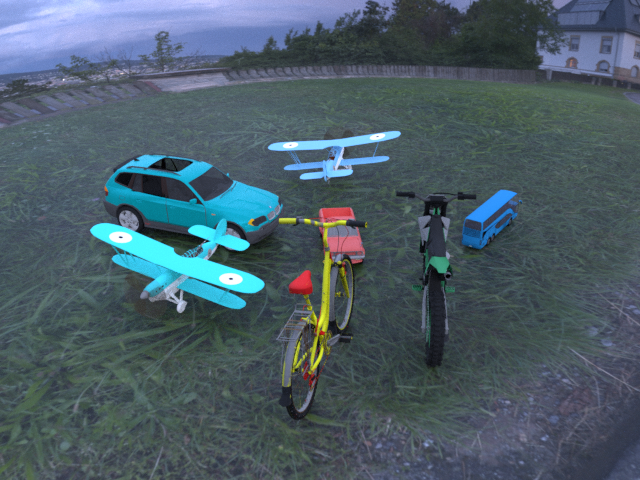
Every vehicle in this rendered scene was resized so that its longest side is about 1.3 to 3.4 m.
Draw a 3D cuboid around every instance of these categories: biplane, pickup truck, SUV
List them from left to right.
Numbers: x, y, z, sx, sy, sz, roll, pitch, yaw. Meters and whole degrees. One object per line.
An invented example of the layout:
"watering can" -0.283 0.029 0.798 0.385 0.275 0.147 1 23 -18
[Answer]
"biplane" -1.806 0.340 9.718 2.598 0.981 2.120 11 29 21
"SUV" -2.119 -0.708 11.652 3.058 1.128 1.276 10 28 19
"biplane" 0.208 -1.546 13.497 2.598 0.981 2.120 4 27 8
"pickup truck" 0.326 -0.135 11.196 0.640 0.511 1.603 -2 27 -4

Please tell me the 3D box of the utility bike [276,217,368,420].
"utility bike" -0.070 0.703 8.029 1.039 1.839 2.791 8 27 15

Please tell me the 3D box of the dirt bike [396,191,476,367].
"dirt bike" 1.463 0.274 9.083 1.024 1.666 2.903 3 27 5

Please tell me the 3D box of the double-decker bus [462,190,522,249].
"double-decker bus" 2.867 -0.373 11.638 0.389 0.541 1.672 17 31 31
